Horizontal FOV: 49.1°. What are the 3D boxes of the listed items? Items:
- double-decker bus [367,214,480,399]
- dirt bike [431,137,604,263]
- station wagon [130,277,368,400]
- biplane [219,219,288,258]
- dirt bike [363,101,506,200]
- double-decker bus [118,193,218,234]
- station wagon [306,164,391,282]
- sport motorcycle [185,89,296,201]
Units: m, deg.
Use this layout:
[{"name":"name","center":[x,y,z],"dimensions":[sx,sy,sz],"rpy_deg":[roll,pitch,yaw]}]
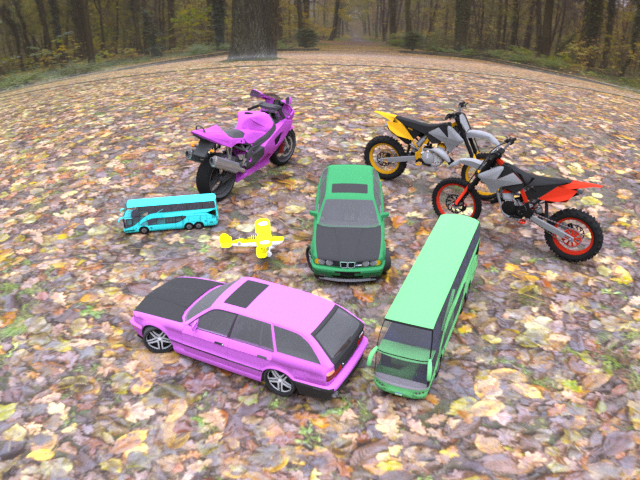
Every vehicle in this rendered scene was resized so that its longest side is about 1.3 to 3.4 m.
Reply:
[{"name":"double-decker bus","center":[1.493,0.791,9.302],"dimensions":[0.756,1.052,3.251],"rpy_deg":[11,31,19]},{"name":"dirt bike","center":[3.144,-0.673,11.285],"dimensions":[2.903,1.666,1.024],"rpy_deg":[18,34,29]},{"name":"station wagon","center":[-0.974,1.042,8.989],"dimensions":[3.105,0.920,1.327],"rpy_deg":[14,32,23]},{"name":"biplane","center":[-1.065,0.010,11.254],"dimensions":[1.090,0.504,1.336],"rpy_deg":[-3,29,-5]},{"name":"dirt bike","center":[2.172,-1.722,13.155],"dimensions":[2.903,1.666,1.024],"rpy_deg":[14,32,24]},{"name":"double-decker bus","center":[-2.601,-0.454,12.045],"dimensions":[1.672,0.541,0.389],"rpy_deg":[-5,30,-9]},{"name":"station wagon","center":[0.481,-0.420,11.595],"dimensions":[1.327,0.920,3.105],"rpy_deg":[1,29,2]},{"name":"sport motorcycle","center":[-1.378,-1.856,13.464],"dimensions":[0.983,1.596,2.955],"rpy_deg":[18,34,29]}]
